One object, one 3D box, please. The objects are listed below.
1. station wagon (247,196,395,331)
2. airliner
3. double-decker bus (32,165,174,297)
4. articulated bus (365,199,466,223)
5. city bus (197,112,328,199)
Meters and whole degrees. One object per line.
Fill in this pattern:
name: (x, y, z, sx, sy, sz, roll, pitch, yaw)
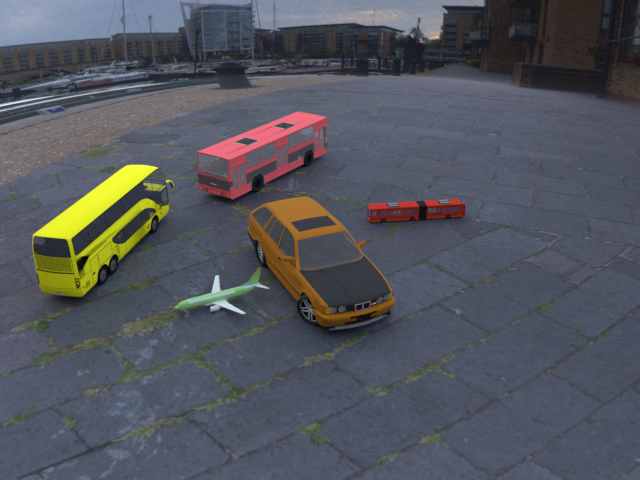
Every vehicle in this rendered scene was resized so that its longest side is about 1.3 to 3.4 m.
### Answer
station wagon: (-0.065, 0.190, 10.205, 1.327, 0.920, 3.105, -11, 29, -22)
airliner: (-1.396, 0.697, 9.734, 1.307, 0.429, 1.161, -12, 29, -23)
double-decker bus: (-3.289, -0.273, 10.991, 0.756, 1.052, 3.251, 6, 27, 11)
articulated bus: (1.685, -0.520, 12.349, 1.749, 0.289, 0.311, -4, 27, -7)
city bus: (-1.059, -1.725, 14.099, 0.926, 0.894, 3.255, 17, 31, 30)
